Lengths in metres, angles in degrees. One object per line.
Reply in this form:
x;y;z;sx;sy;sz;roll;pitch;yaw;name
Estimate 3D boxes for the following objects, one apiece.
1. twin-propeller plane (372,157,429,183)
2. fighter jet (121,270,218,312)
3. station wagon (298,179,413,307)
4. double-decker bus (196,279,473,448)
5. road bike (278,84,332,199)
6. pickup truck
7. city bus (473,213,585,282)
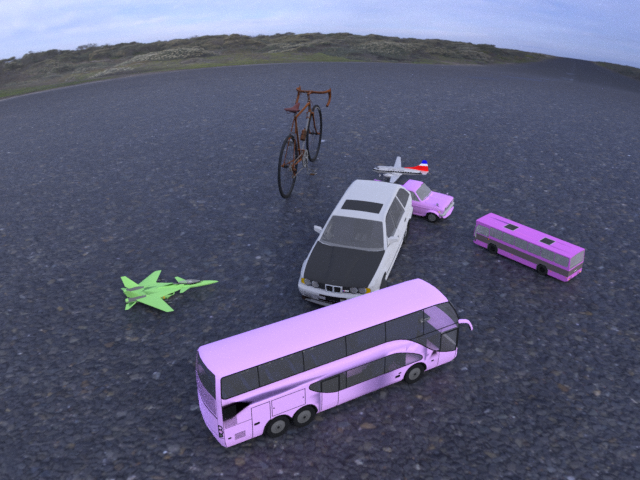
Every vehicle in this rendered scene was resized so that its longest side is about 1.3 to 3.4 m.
1.561;-1.394;13.610;1.095;0.407;1.370;6;29;10;twin-propeller plane
-2.120;0.633;9.954;1.358;0.286;1.147;-10;30;-17;fighter jet
0.611;-0.078;10.611;1.327;0.920;3.105;8;29;15;station wagon
0.221;1.294;7.910;3.251;1.052;0.756;-15;32;-26;double-decker bus
-0.345;-1.967;13.359;0.696;1.656;3.004;7;29;13;road bike
1.542;-0.766;12.329;1.603;0.511;0.640;14;31;24;pickup truck
3.170;0.109;10.749;0.476;0.460;1.674;-23;36;-37;city bus
